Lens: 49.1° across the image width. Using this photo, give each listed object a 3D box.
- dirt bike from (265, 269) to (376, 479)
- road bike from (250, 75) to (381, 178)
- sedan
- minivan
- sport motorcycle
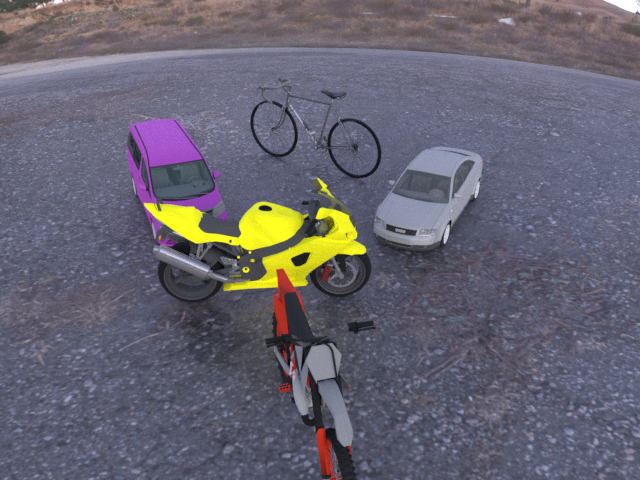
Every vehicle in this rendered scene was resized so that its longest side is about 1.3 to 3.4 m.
[{"bbox_3d":[-0.085,1.383,7.032,1.024,1.666,2.903,-8,31,-14],"label":"dirt bike"},{"bbox_3d":[-0.145,-2.155,13.269,3.004,1.656,0.696,18,34,29],"label":"road bike"},{"bbox_3d":[1.865,-0.853,11.702,1.235,0.940,3.137,13,32,22],"label":"sedan"},{"bbox_3d":[-2.455,-1.013,11.724,1.324,1.197,3.011,-12,32,-20],"label":"minivan"},{"bbox_3d":[-0.772,0.105,9.351,2.955,1.596,0.983,-1,30,-3],"label":"sport motorcycle"}]
